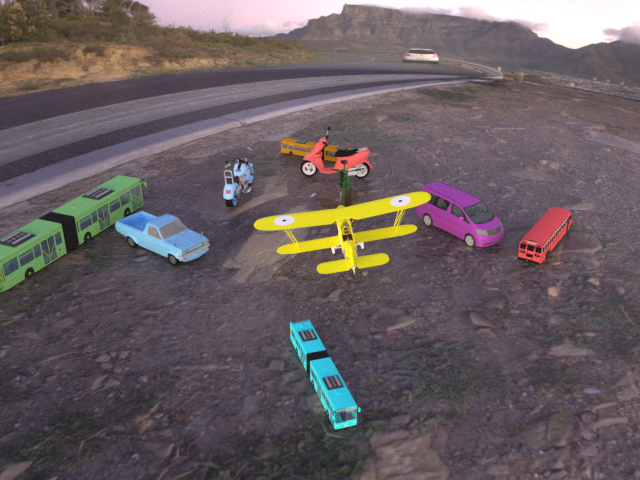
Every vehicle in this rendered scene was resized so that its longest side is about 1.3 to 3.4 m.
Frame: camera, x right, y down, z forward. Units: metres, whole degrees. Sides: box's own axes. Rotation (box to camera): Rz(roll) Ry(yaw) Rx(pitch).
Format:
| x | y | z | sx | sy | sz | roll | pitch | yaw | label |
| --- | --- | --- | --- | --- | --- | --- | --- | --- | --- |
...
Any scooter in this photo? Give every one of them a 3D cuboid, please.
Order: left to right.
| x | y | z | sx | sy | sz | roll | pitch | yaw | label |
| --- | --- | --- | --- | --- | --- | --- | --- | --- | --- |
| 0.315 | -1.628 | 13.368 | 1.399 | 0.919 | 0.662 | 2 | 27 | 5 | scooter |

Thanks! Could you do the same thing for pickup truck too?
| x | y | z | sx | sy | sz | roll | pitch | yaw | label |
| --- | --- | --- | --- | --- | --- | --- | --- | --- | --- |
| -2.445 | -0.107 | 10.782 | 1.603 | 0.511 | 0.640 | 19 | 32 | 33 | pickup truck |

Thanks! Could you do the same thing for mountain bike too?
| x | y | z | sx | sy | sz | roll | pitch | yaw | label |
| --- | --- | --- | --- | --- | --- | --- | --- | --- | --- |
| 0.434 | -0.912 | 11.993 | 0.573 | 0.868 | 1.469 | -2 | 27 | -3 | mountain bike |

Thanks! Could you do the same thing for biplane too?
| x | y | z | sx | sy | sz | roll | pitch | yaw | label |
| --- | --- | --- | --- | --- | --- | --- | --- | --- | --- |
| 0.346 | -0.040 | 10.123 | 2.598 | 0.981 | 2.120 | -2 | 27 | -3 | biplane |

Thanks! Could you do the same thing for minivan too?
| x | y | z | sx | sy | sz | roll | pitch | yaw | label |
| --- | --- | --- | --- | --- | --- | --- | --- | --- | --- |
| 2.259 | -0.422 | 11.295 | 0.681 | 0.616 | 1.548 | -18 | 32 | -32 | minivan |

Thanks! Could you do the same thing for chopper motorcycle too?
| x | y | z | sx | sy | sz | roll | pitch | yaw | label |
| --- | --- | --- | --- | --- | --- | --- | --- | --- | --- |
| -1.442 | -1.144 | 12.576 | 0.466 | 0.761 | 1.563 | 4 | 27 | 8 | chopper motorcycle |

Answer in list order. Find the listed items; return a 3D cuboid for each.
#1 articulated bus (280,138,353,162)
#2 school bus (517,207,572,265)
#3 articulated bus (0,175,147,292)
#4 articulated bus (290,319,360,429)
| x | y | z | sx | sy | sz | roll | pitch | yaw | label |
| --- | --- | --- | --- | --- | --- | --- | --- | --- | --- |
| -0.012 | -1.841 | 14.499 | 1.749 | 0.289 | 0.311 | 12 | 29 | 23 | articulated bus |
| 3.536 | -0.107 | 10.868 | 0.365 | 0.434 | 1.708 | 17 | 31 | 30 | school bus |
| -3.934 | -0.193 | 10.898 | 0.605 | 0.561 | 3.401 | 11 | 28 | 20 | articulated bus |
| 0.009 | 1.463 | 7.891 | 0.311 | 0.289 | 1.749 | -8 | 28 | -16 | articulated bus |
